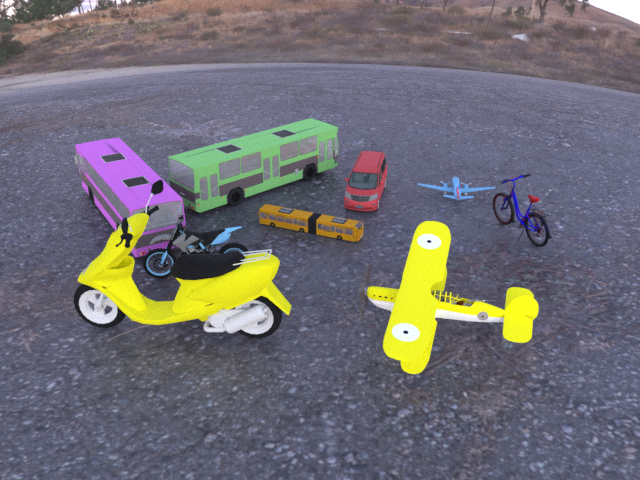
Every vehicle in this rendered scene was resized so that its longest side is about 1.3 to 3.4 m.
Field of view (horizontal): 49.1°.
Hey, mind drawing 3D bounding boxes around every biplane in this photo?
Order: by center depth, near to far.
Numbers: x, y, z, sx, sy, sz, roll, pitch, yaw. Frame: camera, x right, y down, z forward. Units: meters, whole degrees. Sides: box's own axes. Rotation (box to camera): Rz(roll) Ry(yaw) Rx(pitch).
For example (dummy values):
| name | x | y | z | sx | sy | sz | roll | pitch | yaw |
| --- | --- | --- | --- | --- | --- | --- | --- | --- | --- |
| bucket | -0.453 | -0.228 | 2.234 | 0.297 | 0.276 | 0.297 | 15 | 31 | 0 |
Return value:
| name | x | y | z | sx | sy | sz | roll | pitch | yaw |
| --- | --- | --- | --- | --- | --- | --- | --- | --- | --- |
| biplane | 1.485 | 0.794 | 8.334 | 2.120 | 0.981 | 2.598 | 7 | 28 | 14 |

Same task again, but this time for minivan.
| name | x | y | z | sx | sy | sz | roll | pitch | yaw |
| --- | --- | --- | --- | --- | --- | --- | --- | --- | --- |
| minivan | 0.821 | -1.042 | 12.328 | 0.681 | 0.616 | 1.548 | 5 | 28 | 11 |

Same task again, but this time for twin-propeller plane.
| name | x | y | z | sx | sy | sz | roll | pitch | yaw |
| --- | --- | --- | --- | --- | --- | --- | --- | --- | --- |
| twin-propeller plane | 2.418 | -0.950 | 12.376 | 1.370 | 0.407 | 1.095 | 3 | 27 | 6 |

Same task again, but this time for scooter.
| name | x | y | z | sx | sy | sz | roll | pitch | yaw |
| --- | --- | --- | --- | --- | --- | --- | --- | --- | --- |
| scooter | -1.705 | 0.349 | 8.320 | 2.721 | 1.786 | 1.288 | 3 | 27 | 6 |

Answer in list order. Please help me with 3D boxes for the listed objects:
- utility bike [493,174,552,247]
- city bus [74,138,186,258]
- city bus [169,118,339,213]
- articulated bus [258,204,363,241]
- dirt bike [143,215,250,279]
| name | x | y | z | sx | sy | sz | roll | pitch | yaw |
| --- | --- | --- | --- | --- | --- | --- | --- | --- | --- |
| utility bike | 3.098 | -0.489 | 10.882 | 0.535 | 0.946 | 1.435 | -11 | 29 | -21 |
| city bus | -3.148 | -0.745 | 11.440 | 0.926 | 0.894 | 3.255 | -15 | 31 | -27 |
| city bus | -1.106 | -1.366 | 12.655 | 3.255 | 0.894 | 0.926 | -23 | 35 | -37 |
| articulated bus | -0.165 | -0.278 | 11.192 | 1.749 | 0.289 | 0.311 | 11 | 29 | 21 |
| dirt bike | -1.733 | 0.122 | 9.786 | 1.493 | 0.857 | 0.527 | -5 | 27 | -9 |
